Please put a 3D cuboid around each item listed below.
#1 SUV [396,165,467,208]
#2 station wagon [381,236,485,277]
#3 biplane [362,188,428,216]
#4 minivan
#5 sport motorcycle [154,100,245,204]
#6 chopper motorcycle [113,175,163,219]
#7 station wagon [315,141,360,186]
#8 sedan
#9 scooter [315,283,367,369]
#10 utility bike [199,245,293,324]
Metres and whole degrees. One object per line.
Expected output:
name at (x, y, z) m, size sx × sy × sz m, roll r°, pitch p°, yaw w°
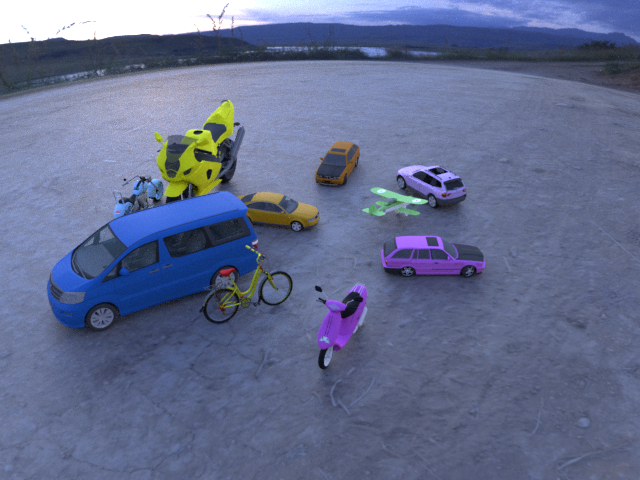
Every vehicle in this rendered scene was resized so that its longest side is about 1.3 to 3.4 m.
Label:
SUV at (2.090, -1.114, 13.219) m, size 0.656 × 0.580 × 1.572 m, roll -16°, pitch 32°, yaw -26°
station wagon at (1.763, 0.226, 10.885) m, size 1.597 × 0.473 × 0.682 m, roll 0°, pitch 29°, yaw 0°
biplane at (1.258, -0.612, 12.382) m, size 1.090 × 0.504 × 1.336 m, roll -21°, pitch 35°, yaw -33°
minivan at (-2.402, 0.237, 10.112) m, size 3.011 × 1.197 × 1.324 m, roll -17°, pitch 33°, yaw -28°
sport motorcycle at (-2.139, -1.420, 12.719) m, size 0.983 × 1.596 × 2.955 m, roll 7°, pitch 29°, yaw 13°
chopper motorcycle at (-3.222, -0.817, 12.489) m, size 0.466 × 0.761 × 1.563 m, roll 8°, pitch 30°, yaw 13°
station wagon at (0.363, -1.591, 14.201) m, size 0.682 × 0.473 × 1.597 m, roll 8°, pitch 30°, yaw 14°
sedan at (-0.791, -0.541, 12.275) m, size 1.613 × 0.483 × 0.635 m, roll 7°, pitch 29°, yaw 12°
scooter at (0.300, 0.970, 9.063) m, size 0.662 × 0.919 × 1.399 m, roll 13°, pitch 31°, yaw 22°
utility bike at (-1.040, 0.600, 9.710) m, size 1.435 × 0.946 × 0.535 m, roll -16°, pitch 33°, yaw -27°
